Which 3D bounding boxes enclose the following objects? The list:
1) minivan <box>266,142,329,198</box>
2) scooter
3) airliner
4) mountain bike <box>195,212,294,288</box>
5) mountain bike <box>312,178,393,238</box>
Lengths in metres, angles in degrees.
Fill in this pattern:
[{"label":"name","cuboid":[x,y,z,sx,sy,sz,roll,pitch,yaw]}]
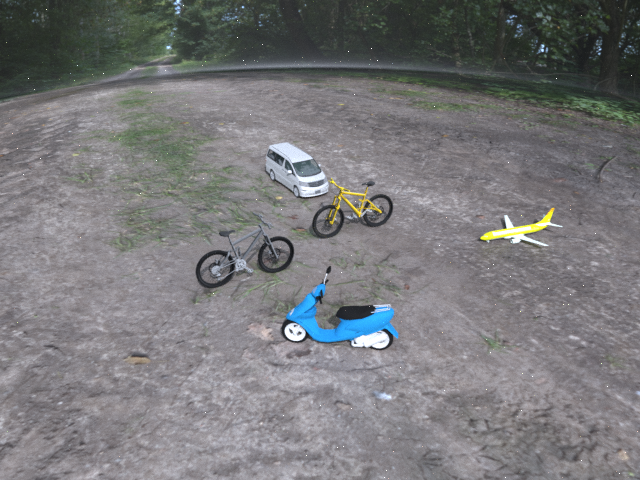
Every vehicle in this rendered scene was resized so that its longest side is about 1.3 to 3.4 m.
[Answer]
[{"label":"minivan","cuboid":[-0.431,-1.292,12.882,0.681,0.616,1.548,-15,30,-27]},{"label":"scooter","cuboid":[0.227,0.863,8.212,1.399,0.919,0.662,4,27,8]},{"label":"airliner","cuboid":[3.098,-0.225,10.947,1.307,0.429,1.161,-8,28,-16]},{"label":"mountain bike","cuboid":[-1.023,0.165,9.671,1.469,0.868,0.573,-13,29,-25]},{"label":"mountain bike","cuboid":[0.533,-0.523,11.053,1.469,0.868,0.573,-13,29,-25]}]
